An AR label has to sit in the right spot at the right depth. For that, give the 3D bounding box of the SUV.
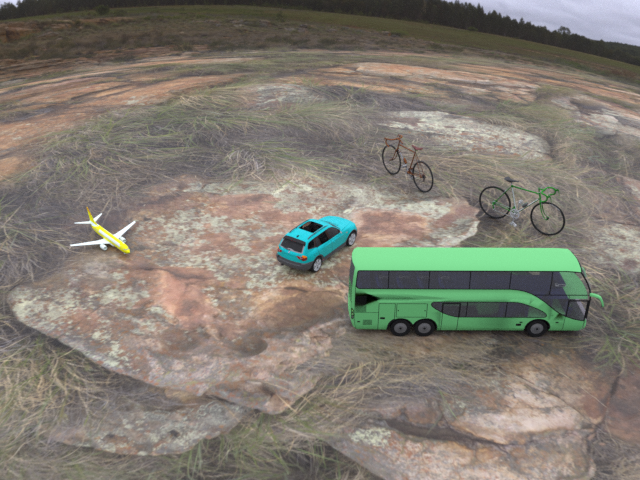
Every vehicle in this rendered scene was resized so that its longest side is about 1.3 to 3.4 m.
[{"bbox_3d":[-0.026,-0.038,10.979,0.656,0.580,1.572,19,35,30],"label":"SUV"}]

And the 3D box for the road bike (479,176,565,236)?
[{"bbox_3d":[3.371,-0.607,11.704,1.545,0.852,0.358,22,36,33],"label":"road bike"}]

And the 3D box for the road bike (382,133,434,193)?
[{"bbox_3d":[1.646,-1.477,13.232,0.358,0.852,1.545,-17,34,-28],"label":"road bike"}]

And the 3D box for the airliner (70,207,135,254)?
[{"bbox_3d":[-3.436,-0.141,11.311,1.161,0.429,1.307,-25,38,-37],"label":"airliner"}]

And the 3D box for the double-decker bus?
[{"bbox_3d":[2.002,0.664,9.267,3.251,1.052,0.756,0,30,0],"label":"double-decker bus"}]
